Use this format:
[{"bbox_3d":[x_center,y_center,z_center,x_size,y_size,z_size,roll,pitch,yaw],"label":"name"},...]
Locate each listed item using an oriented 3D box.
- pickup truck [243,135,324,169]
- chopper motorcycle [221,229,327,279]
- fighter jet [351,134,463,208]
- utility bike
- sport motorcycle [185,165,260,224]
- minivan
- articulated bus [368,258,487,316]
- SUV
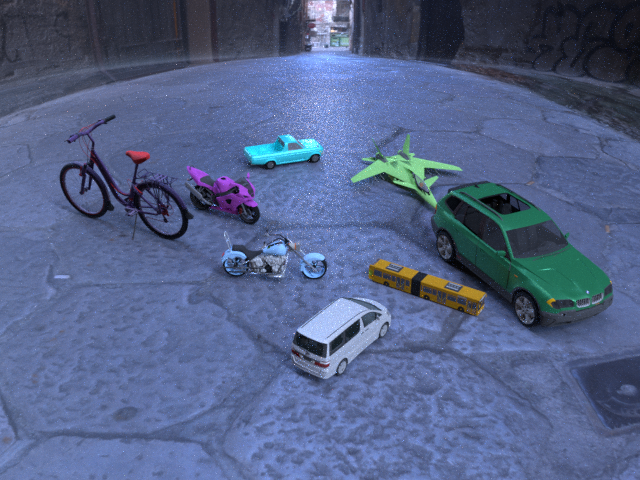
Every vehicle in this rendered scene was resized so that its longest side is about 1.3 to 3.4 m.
[{"bbox_3d":[-0.735,-1.833,14.255,1.603,0.511,0.640,-11,31,-19],"label":"pickup truck"},{"bbox_3d":[-0.678,0.222,10.285,1.563,0.761,0.466,0,29,1],"label":"chopper motorcycle"},{"bbox_3d":[1.730,-1.277,13.203,2.229,0.557,2.640,-7,30,-13],"label":"fighter jet"},{"bbox_3d":[-3.281,-0.939,11.270,2.791,1.839,1.039,14,32,24],"label":"utility bike"},{"bbox_3d":[-1.669,-0.783,12.039,1.520,0.821,0.506,17,33,27],"label":"sport motorcycle"},{"bbox_3d":[0.303,1.115,8.823,0.681,0.616,1.548,20,35,32],"label":"minivan"},{"bbox_3d":[1.507,0.658,9.986,1.749,0.289,0.311,18,34,29],"label":"articulated bus"},{"bbox_3d":[2.832,0.093,10.139,1.276,1.128,3.058,-13,31,-22],"label":"SUV"}]
